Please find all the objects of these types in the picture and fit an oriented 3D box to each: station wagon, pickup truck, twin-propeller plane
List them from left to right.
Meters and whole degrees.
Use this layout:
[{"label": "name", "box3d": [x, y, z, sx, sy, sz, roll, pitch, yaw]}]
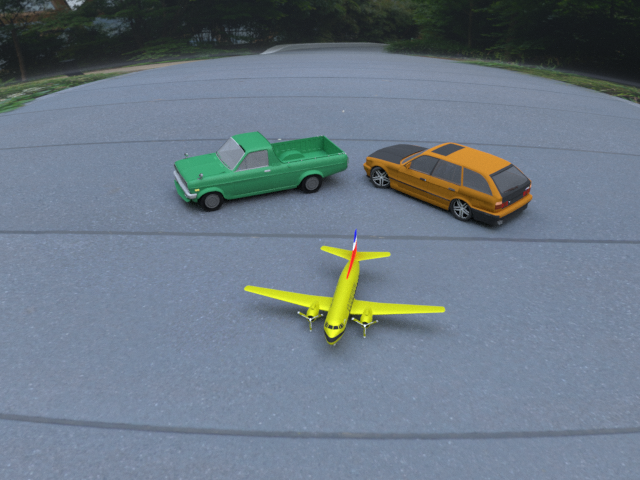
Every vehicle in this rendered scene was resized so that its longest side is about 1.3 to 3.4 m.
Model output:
[{"label": "pickup truck", "box3d": [-1.074, -1.392, 12.728, 3.117, 0.993, 1.244, -12, 31, -20]}, {"label": "twin-propeller plane", "box3d": [0.331, 0.625, 9.310, 2.663, 0.792, 2.129, 5, 30, 10]}, {"label": "station wagon", "box3d": [2.192, -1.215, 12.483, 1.327, 0.920, 3.105, -26, 38, -38]}]
